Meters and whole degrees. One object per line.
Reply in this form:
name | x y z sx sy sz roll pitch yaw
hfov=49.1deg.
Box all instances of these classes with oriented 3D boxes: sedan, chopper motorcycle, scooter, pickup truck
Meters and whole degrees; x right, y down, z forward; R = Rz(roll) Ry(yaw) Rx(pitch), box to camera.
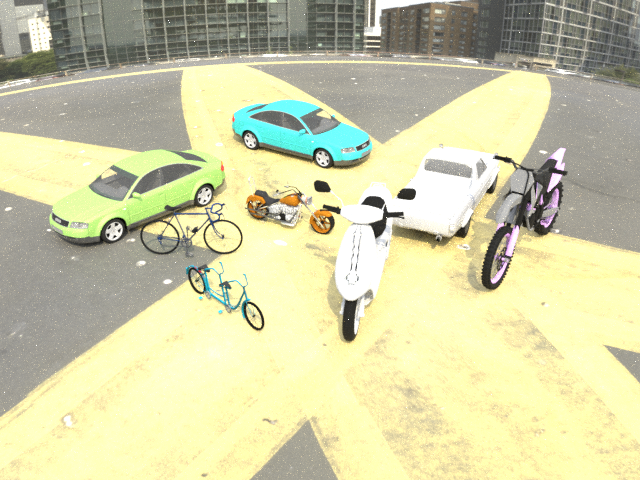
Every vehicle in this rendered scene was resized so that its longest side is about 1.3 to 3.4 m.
sedan | -3.006 -0.876 11.733 1.235 0.940 3.137 24 37 37
sedan | -0.393 -2.280 14.311 3.137 0.940 1.235 18 33 29
chopper motorcycle | -0.501 -0.565 11.349 1.563 0.761 0.466 12 31 21
scooter | 0.612 -0.047 9.326 1.288 1.786 2.721 6 29 11
pickup truck | 2.152 -0.941 11.797 1.244 0.993 3.117 13 31 22

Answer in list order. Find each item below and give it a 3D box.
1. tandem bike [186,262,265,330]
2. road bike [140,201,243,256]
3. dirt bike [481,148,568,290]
tandem bike | -1.281 0.635 9.227 1.642 0.682 0.283 26 38 38
road bike | -1.938 -0.155 10.502 1.545 0.852 0.358 0 29 0
dirt bike | 3.059 -0.458 10.207 1.024 1.666 2.903 19 34 31
